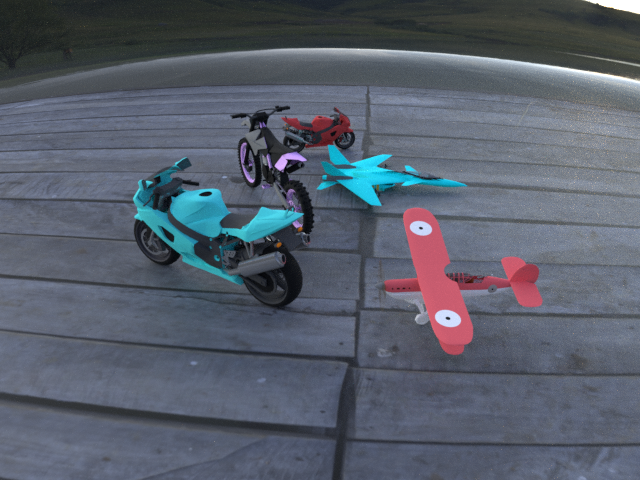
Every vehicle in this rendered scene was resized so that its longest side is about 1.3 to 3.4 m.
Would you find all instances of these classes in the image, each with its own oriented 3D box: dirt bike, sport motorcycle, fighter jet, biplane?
[{"bbox_3d":[-0.818,-1.262,11.571,1.024,1.666,2.903,-14,33,-23],"label":"dirt bike"},{"bbox_3d":[-0.026,-2.164,14.014,1.520,0.821,0.506,-6,30,-11],"label":"sport motorcycle"},{"bbox_3d":[1.336,-1.227,12.633,2.640,0.557,2.229,5,30,9],"label":"fighter jet"},{"bbox_3d":[1.763,0.601,8.987,2.120,0.981,2.598,-2,30,-4],"label":"biplane"},{"bbox_3d":[-1.468,-0.082,9.566,2.955,1.596,0.983,17,34,27],"label":"sport motorcycle"}]
